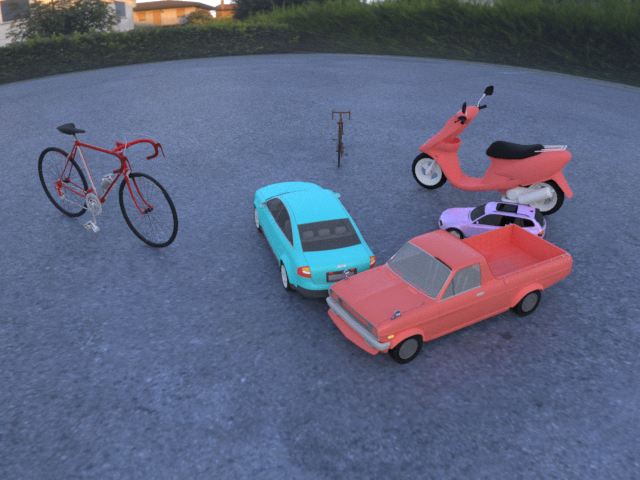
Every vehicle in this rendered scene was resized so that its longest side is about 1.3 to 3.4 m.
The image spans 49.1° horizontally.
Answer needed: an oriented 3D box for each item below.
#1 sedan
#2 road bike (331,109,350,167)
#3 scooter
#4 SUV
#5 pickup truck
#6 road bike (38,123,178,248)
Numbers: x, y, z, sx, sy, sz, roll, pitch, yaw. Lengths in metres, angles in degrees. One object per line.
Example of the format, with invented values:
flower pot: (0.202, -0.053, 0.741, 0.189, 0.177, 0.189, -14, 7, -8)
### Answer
sedan: (-0.167, -0.233, 9.947, 1.235, 0.940, 3.137, -8, 29, -15)
road bike: (0.385, -1.976, 13.306, 0.358, 0.852, 1.545, 2, 28, 3)
scooter: (2.760, -1.433, 11.296, 2.721, 1.786, 1.288, 16, 32, 28)
SUV: (2.547, -0.254, 10.369, 1.572, 0.580, 0.656, 9, 29, 16)
pickup truck: (1.636, 0.459, 8.594, 3.117, 0.993, 1.244, -16, 32, -27)
road bike: (-3.248, -0.877, 10.393, 3.004, 1.656, 0.697, 17, 33, 29)
